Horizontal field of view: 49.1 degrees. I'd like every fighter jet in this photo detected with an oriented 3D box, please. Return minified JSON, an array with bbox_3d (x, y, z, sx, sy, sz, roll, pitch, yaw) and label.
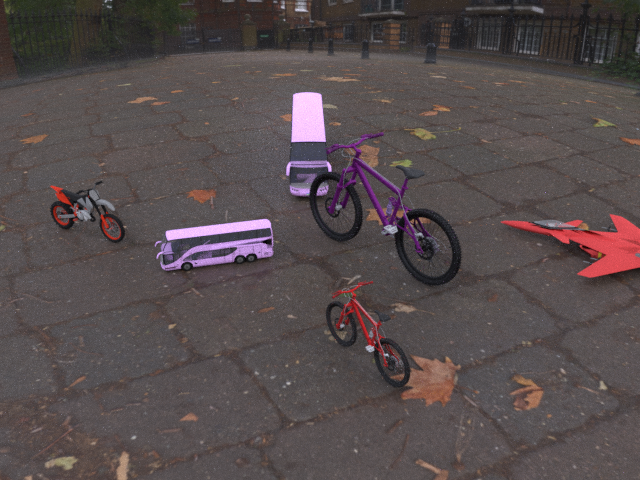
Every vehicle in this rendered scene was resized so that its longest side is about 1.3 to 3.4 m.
[{"bbox_3d":[3.995,-0.123,10.417,2.640,0.557,2.229,16,31,27],"label":"fighter jet"}]

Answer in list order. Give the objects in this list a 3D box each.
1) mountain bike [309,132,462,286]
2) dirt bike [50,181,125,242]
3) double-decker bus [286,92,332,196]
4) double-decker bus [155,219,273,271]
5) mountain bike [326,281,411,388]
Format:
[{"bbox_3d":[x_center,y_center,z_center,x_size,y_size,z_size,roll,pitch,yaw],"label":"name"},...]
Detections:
[{"bbox_3d":[0.840,-0.469,9.860,1.114,1.688,2.857,-23,36,-37],"label":"mountain bike"},{"bbox_3d":[-3.601,-0.460,10.738,1.493,0.857,0.527,14,31,24],"label":"dirt bike"},{"bbox_3d":[-0.222,-1.826,13.134,0.756,1.052,3.251,-1,28,-1],"label":"double-decker bus"},{"bbox_3d":[-1.507,0.075,10.057,1.672,0.541,0.389,-7,29,-14],"label":"double-decker bus"},{"bbox_3d":[0.518,1.027,7.888,0.573,0.868,1.469,-18,33,-31],"label":"mountain bike"}]
